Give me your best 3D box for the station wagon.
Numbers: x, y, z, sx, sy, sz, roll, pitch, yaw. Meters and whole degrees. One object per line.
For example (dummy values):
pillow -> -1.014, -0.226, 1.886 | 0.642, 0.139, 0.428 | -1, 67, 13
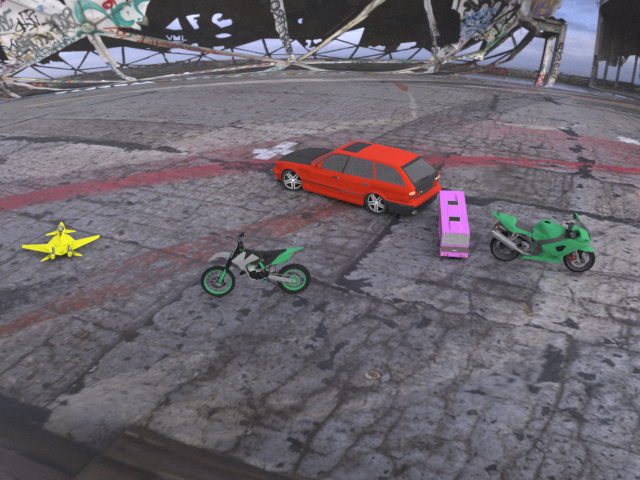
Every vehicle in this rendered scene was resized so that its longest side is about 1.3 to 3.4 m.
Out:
station wagon -> 0.602, -1.268, 12.665 | 3.105, 0.920, 1.327 | 17, 31, 31

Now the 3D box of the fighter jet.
fighter jet -> -4.073, -0.088, 10.994 | 1.147, 0.286, 1.358 | -8, 28, -16

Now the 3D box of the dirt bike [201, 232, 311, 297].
dirt bike -> -0.867, 0.376, 9.413 | 1.493, 0.857, 0.527 | -2, 26, -4

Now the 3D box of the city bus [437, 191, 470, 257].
city bus -> 2.110, -0.259, 11.143 | 0.476, 0.460, 1.674 | 3, 27, 7

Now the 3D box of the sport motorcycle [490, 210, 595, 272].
sport motorcycle -> 3.233, 0.012, 10.190 | 1.520, 0.821, 0.506 | 9, 28, 18
